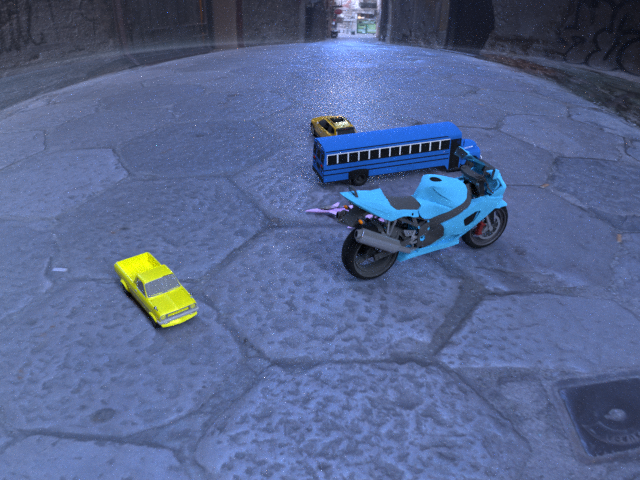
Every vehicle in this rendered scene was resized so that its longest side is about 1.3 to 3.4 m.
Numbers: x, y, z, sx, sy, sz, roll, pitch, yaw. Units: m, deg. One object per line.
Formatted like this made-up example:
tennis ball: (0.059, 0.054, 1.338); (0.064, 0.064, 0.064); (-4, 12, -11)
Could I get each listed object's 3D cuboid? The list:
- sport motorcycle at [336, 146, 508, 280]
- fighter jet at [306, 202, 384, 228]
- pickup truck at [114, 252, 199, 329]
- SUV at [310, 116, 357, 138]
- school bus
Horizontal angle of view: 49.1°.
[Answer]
sport motorcycle: (1.610, -0.352, 10.362); (2.955, 1.596, 0.983); (-13, 33, -21)
fighter jet: (0.418, -0.557, 11.985); (1.358, 0.286, 1.147); (1, 31, 2)
pickup truck: (-2.313, 0.630, 9.776); (0.640, 0.511, 1.603); (-20, 36, -30)
SUV: (0.300, -2.324, 14.663); (0.656, 0.580, 1.572); (-11, 32, -17)
school bus: (1.526, -1.672, 13.311); (3.322, 0.844, 0.709); (-9, 32, -15)
